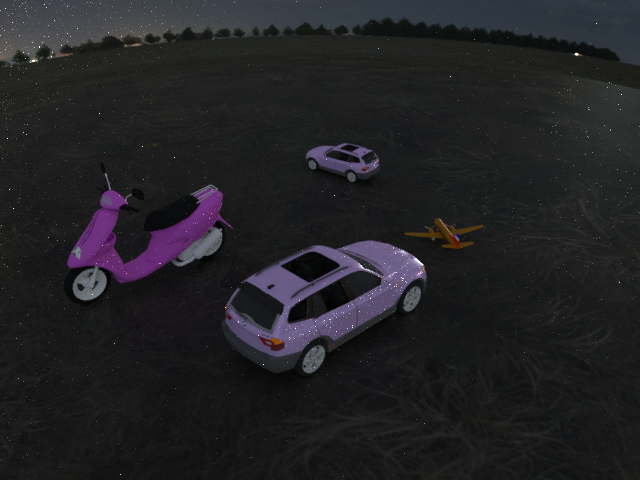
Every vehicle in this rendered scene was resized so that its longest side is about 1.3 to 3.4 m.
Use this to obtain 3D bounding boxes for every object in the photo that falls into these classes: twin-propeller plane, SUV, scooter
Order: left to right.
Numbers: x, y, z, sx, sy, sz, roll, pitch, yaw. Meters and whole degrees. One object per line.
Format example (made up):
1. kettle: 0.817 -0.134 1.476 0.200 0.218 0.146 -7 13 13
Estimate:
1. scooter: -2.495 -0.207 10.194 2.721 1.786 1.288 -22 36 -33
2. SUV: 0.149 0.667 9.321 3.058 1.128 1.276 -25 38 -37
3. SUV: 0.439 -1.617 13.901 1.572 0.580 0.656 21 36 32
4. twin-propeller plane: 2.077 -0.147 11.486 1.370 0.407 1.095 -6 30 -10
